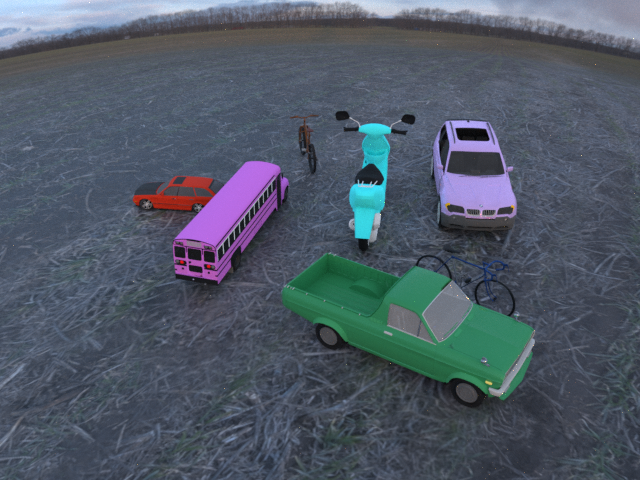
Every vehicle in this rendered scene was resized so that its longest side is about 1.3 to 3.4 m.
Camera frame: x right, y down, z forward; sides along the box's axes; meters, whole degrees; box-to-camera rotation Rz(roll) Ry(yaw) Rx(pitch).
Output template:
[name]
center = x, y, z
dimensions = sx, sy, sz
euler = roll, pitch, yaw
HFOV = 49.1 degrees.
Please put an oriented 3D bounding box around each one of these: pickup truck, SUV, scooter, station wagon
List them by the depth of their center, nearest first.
[pickup truck]
center = 1.047, 0.918, 8.698
dimensions = 3.117, 0.993, 1.244
euler = 19, 35, 29
[scooter]
center = 0.837, -1.105, 11.368
dimensions = 1.288, 1.786, 2.721
euler = 4, 31, 8
[SUV]
center = 2.630, -1.206, 12.191
dimensions = 1.276, 1.128, 3.058
euler = 2, 30, 4
[station wagon]
center = -2.459, -0.834, 12.204
dimensions = 1.597, 0.473, 0.682
euler = 4, 31, 6

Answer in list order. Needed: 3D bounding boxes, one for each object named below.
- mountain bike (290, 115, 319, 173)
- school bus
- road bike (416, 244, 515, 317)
[mountain bike]
center = -0.250, -1.917, 13.663
dimensions = 0.573, 0.868, 1.469
euler = -7, 31, -11
[school bus]
center = -1.285, -0.429, 11.145
dimensions = 0.709, 0.844, 3.322
euler = 8, 31, 14
[road bike]
center = 1.958, 0.523, 9.512
dimensions = 1.545, 0.852, 0.358
euler = 23, 37, 34
